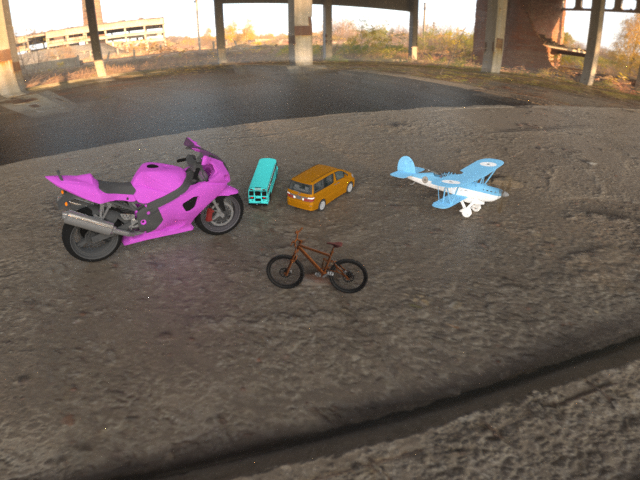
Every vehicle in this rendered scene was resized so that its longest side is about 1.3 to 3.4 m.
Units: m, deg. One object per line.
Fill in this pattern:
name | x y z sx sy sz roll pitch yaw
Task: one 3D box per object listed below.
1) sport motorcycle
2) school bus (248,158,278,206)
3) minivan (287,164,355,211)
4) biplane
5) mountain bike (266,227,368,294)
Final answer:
sport motorcycle | -2.612 -0.591 10.933 2.955 1.596 0.983 -13 31 -22
school bus | -1.050 -1.132 13.185 0.365 0.434 1.708 2 28 3
minivan | 0.046 -1.034 12.807 0.681 0.616 1.548 17 33 29
biplane | 2.327 -1.013 12.380 2.120 0.981 2.598 17 32 29
mountain bike | -0.047 0.349 9.942 1.469 0.868 0.573 4 28 7
